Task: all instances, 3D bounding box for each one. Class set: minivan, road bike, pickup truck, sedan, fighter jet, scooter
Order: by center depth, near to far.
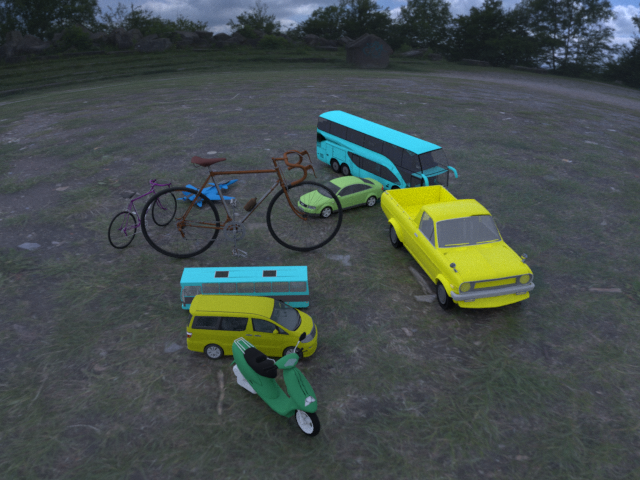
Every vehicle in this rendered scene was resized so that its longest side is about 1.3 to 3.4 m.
[{"bbox_3d":[-0.491,1.397,7.294,0.662,0.919,1.399,-23,34,-38],"label":"scooter"},{"bbox_3d":[-0.803,1.026,8.389,1.548,0.616,0.681,1,26,3],"label":"minivan"},{"bbox_3d":[1.888,-0.088,10.223,1.244,0.993,3.117,-6,27,-13],"label":"pickup truck"},{"bbox_3d":[-1.146,-0.519,10.347,3.004,1.656,0.697,-3,26,-6],"label":"road bike"},{"bbox_3d":[-2.803,-0.446,11.108,0.358,0.852,1.545,15,30,27],"label":"road bike"},{"bbox_3d":[0.368,-0.809,12.260,1.613,0.483,0.635,-15,30,-28],"label":"sedan"},{"bbox_3d":[-1.947,-0.984,12.837,1.147,0.286,1.358,17,31,31],"label":"fighter jet"}]

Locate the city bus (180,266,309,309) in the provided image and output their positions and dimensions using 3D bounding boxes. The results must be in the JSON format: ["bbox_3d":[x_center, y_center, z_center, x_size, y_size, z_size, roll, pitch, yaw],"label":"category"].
[{"bbox_3d":[-0.986,0.652,9.324,1.674,0.460,0.476,-1,26,-2],"label":"city bus"}]

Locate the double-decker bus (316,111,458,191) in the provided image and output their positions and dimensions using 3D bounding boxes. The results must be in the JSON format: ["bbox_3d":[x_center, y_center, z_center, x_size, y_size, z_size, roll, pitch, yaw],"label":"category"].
[{"bbox_3d":[1.125,-1.558,13.136,0.756,1.052,3.251,-18,32,-33],"label":"double-decker bus"}]
